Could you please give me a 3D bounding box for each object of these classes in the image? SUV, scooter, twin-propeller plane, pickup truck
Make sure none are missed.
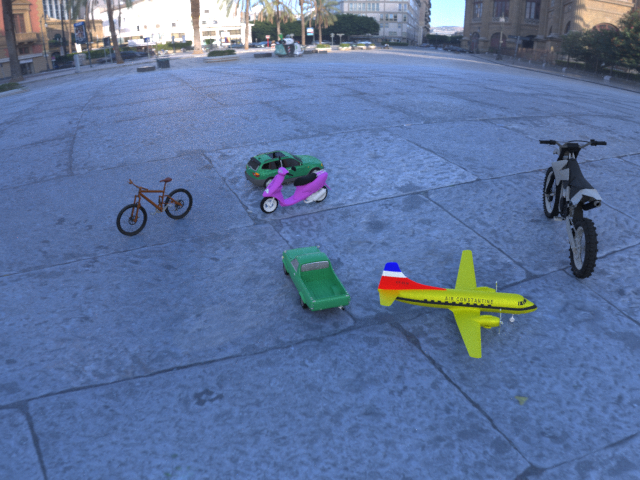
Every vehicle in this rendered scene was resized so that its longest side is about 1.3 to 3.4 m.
[{"bbox_3d":[-0.685,-1.432,13.642,1.572,0.580,0.656,-15,31,-25],"label":"SUV"},{"bbox_3d":[-0.434,-1.001,12.468,1.399,0.919,0.662,-14,31,-25],"label":"scooter"},{"bbox_3d":[1.840,0.705,9.381,2.129,0.792,2.663,4,28,7],"label":"twin-propeller plane"},{"bbox_3d":[-0.085,0.501,10.068,0.640,0.511,1.603,-8,29,-15],"label":"pickup truck"}]

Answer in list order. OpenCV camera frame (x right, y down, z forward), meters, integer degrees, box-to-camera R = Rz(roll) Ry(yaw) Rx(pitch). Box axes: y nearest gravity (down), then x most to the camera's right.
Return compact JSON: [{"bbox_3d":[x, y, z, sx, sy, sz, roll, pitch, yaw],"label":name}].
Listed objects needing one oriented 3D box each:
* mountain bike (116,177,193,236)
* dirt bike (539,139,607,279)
[{"bbox_3d":[-2.784,-0.617,11.797,1.469,0.868,0.573,-24,36,-37],"label":"mountain bike"},{"bbox_3d":[3.945,-0.682,11.066,1.024,1.666,2.903,2,28,3],"label":"dirt bike"}]
